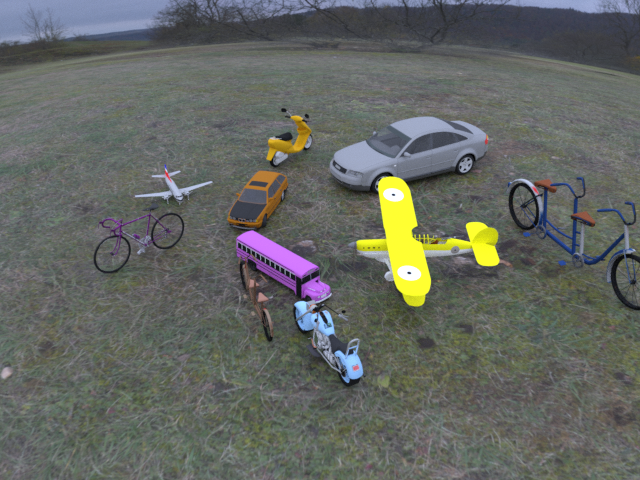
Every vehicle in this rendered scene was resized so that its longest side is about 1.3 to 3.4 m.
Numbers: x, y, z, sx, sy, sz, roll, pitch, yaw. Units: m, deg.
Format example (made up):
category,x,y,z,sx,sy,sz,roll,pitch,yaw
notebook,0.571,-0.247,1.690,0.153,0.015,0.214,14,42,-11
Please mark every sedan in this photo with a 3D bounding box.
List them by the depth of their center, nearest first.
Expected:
category,x,y,z,sx,sy,sz,roll,pitch,yaw
sedan,1.664,-1.683,12.951,3.137,0.940,1.235,-15,34,-23

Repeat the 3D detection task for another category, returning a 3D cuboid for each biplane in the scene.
category,x,y,z,sx,sy,sz,roll,pitch,yaw
biplane,1.458,0.105,9.897,2.120,0.981,2.598,-1,31,-2

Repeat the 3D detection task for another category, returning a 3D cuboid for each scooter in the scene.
category,x,y,z,sx,sy,sz,roll,pitch,yaw
scooter,-0.568,-2.002,13.510,0.662,0.919,1.399,20,36,29

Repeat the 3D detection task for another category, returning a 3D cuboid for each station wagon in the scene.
category,x,y,z,sx,sy,sz,roll,pitch,yaw
station wagon,-1.036,-0.721,11.787,0.682,0.473,1.597,8,32,13

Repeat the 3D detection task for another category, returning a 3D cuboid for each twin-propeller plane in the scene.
category,x,y,z,sx,sy,sz,roll,pitch,yaw
twin-propeller plane,-2.576,-0.961,12.256,1.370,0.407,1.095,-13,33,-21

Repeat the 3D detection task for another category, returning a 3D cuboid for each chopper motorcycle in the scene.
category,x,y,z,sx,sy,sz,roll,pitch,yaw
chopper motorcycle,0.065,1.103,8.431,0.466,0.761,1.563,-15,34,-23

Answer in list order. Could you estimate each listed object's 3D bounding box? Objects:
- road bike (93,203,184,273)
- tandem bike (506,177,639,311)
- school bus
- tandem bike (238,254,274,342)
category,x,y,z,sx,sy,sz,roll,pitch,yaw
road bike,-2.657,-0.074,10.325,1.545,0.852,0.358,-27,40,-37
tandem bike,3.703,-0.239,10.139,0.550,1.326,3.192,-12,33,-19
school bus,-0.528,0.380,9.970,0.365,0.434,1.708,-27,40,-37
tandem bike,-0.857,0.681,9.219,0.283,0.682,1.642,-10,32,-17
